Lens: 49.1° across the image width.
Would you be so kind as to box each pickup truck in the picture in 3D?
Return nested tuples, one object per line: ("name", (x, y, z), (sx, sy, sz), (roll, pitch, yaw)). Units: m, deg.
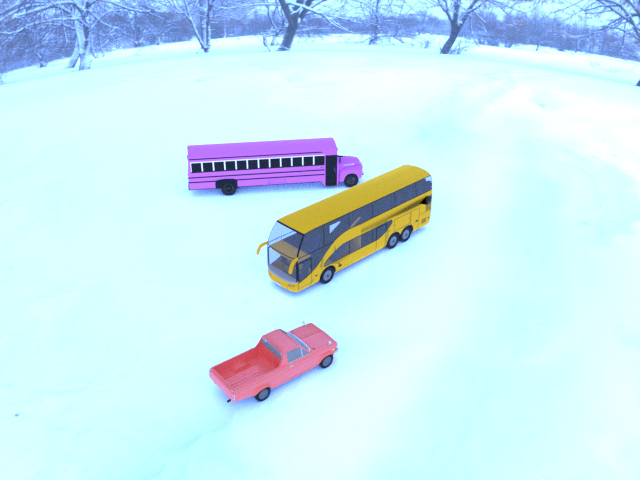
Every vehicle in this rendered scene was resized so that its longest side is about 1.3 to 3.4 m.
("pickup truck", (-0.543, 1.443, 8.551), (1.603, 0.511, 0.640), (-21, 36, -32))

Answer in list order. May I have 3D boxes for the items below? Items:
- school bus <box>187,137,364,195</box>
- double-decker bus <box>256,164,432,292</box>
("school bus", (-0.814, -1.415, 13.182), (3.322, 0.844, 0.709), (-4, 30, -7))
("double-decker bus", (0.505, -0.217, 10.894), (3.251, 1.052, 0.756), (-25, 39, -37))
